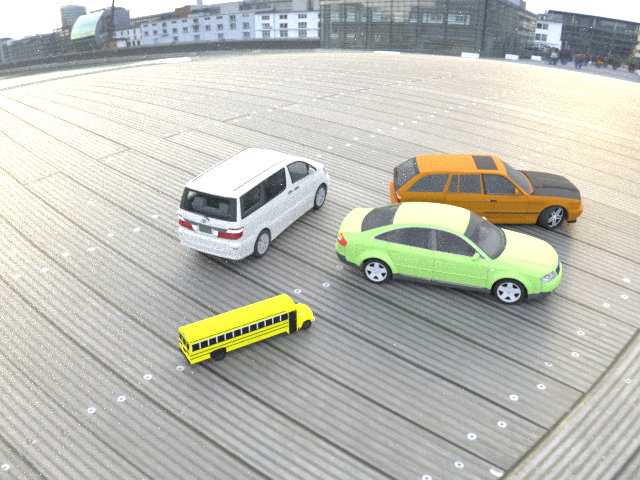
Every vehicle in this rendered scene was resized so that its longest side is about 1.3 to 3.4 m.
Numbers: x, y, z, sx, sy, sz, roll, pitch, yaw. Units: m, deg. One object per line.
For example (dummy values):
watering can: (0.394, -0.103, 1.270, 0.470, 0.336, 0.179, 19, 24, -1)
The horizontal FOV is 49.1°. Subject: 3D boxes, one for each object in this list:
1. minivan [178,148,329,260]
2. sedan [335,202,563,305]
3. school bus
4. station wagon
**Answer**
minivan: (-0.934, -0.772, 11.044, 1.324, 1.197, 3.011, 14, 32, 24)
sedan: (1.780, 0.064, 9.798, 3.137, 0.940, 1.235, 9, 30, 15)
school bus: (-0.857, 1.051, 8.538, 1.708, 0.434, 0.365, -16, 33, -27)
station wagon: (2.717, -0.855, 11.479, 3.105, 0.920, 1.327, 1, 29, 1)
